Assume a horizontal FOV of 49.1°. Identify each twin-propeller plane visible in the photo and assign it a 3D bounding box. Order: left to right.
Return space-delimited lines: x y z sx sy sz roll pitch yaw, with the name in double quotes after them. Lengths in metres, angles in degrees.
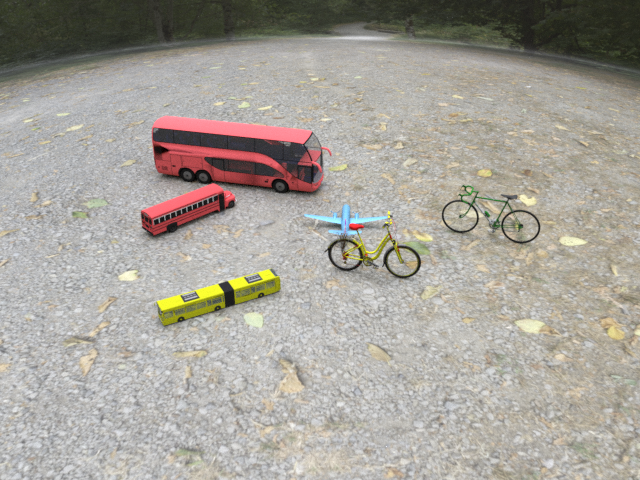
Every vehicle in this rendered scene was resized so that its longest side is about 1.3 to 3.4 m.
0.419 -0.368 11.420 1.370 0.407 1.095 2 31 3 "twin-propeller plane"

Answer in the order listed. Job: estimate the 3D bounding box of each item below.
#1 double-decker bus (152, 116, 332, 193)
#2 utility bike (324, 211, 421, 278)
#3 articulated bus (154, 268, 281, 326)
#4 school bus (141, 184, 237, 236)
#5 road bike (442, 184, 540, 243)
-1.450 -1.559 12.755 3.251 1.052 0.756 8 32 12 "double-decker bus"
0.776 0.059 10.202 1.435 0.946 0.535 7 32 11 "utility bike"
-1.385 0.774 9.661 1.749 0.289 0.311 -15 35 -24 "articulated bus"
-2.152 -0.545 11.685 1.708 0.434 0.365 -26 40 -36 "school bus"
2.699 -0.401 11.048 1.545 0.852 0.358 11 33 17 "road bike"
